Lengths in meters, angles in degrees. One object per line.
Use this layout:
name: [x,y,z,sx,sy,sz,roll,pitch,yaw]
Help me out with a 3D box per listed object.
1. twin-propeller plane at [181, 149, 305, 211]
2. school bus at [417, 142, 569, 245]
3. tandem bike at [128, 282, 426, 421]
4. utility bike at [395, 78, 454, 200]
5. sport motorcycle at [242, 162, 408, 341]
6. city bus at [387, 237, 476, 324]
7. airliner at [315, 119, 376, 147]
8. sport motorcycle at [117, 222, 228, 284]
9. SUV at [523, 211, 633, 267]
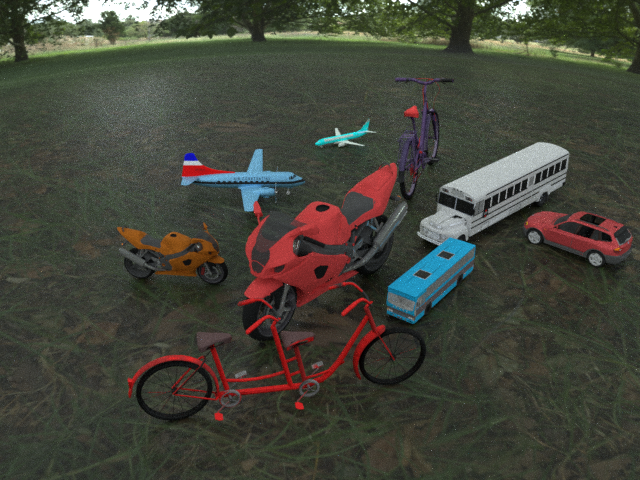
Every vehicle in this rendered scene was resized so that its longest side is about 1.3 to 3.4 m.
twin-propeller plane: [-1.319,-1.132,12.064,2.129,0.792,2.663,0,29,-1]
school bus: [2.852,-0.750,11.308,3.322,0.844,0.709,-24,37,-37]
tandem bike: [-0.384,1.173,7.278,3.192,1.326,0.550,-7,29,-12]
utility bike: [1.701,-1.914,12.404,1.039,1.839,2.791,10,30,18]
sport motorcycle: [0.074,0.099,8.966,0.983,1.596,2.955,22,35,34]
city bus: [1.508,0.528,9.365,0.476,0.460,1.674,20,34,32]
airliner: [0.481,-2.188,14.380,1.307,0.429,1.161,-14,32,-24]
sport motorcycle: [-2.009,0.202,9.587,1.520,0.821,0.506,5,29,8]
SUV: [3.835,-0.123,10.434,1.572,0.580,0.656,25,37,37]
